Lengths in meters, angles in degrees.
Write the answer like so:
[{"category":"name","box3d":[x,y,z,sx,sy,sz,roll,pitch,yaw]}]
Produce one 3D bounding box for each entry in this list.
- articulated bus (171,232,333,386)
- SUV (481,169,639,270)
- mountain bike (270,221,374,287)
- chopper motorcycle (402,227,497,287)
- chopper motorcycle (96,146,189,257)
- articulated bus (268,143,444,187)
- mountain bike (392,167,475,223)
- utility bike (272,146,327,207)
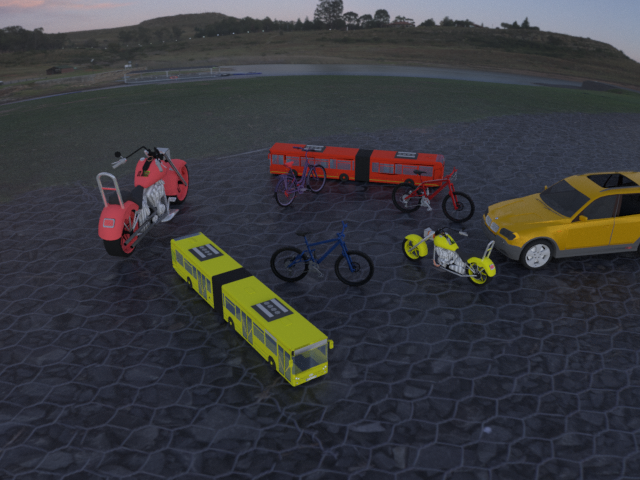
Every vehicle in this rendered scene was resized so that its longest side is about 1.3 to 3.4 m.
[{"category":"articulated bus","box3d":[-1.020,0.761,8.991,0.605,0.561,3.401,-16,30,-30]},{"category":"SUV","box3d":[4.036,-0.389,10.708,3.058,1.128,1.276,-4,26,-9]},{"category":"mountain bike","box3d":[0.025,0.231,9.730,1.469,0.868,0.573,3,26,7]},{"category":"chopper motorcycle","box3d":[1.831,0.138,10.044,0.466,0.761,1.563,-23,34,-39]},{"category":"chopper motorcycle","box3d":[-2.759,-0.859,11.273,0.906,1.480,3.040,4,26,9]},{"category":"articulated bus","box3d":[0.671,-1.464,13.567,3.401,0.561,0.605,6,27,12]},{"category":"mountain bike","box3d":[1.902,-0.777,11.804,1.469,0.868,0.573,13,29,24]},{"category":"utility bike","box3d":[-0.389,-1.170,12.524,0.535,0.946,1.435,20,32,35]}]
